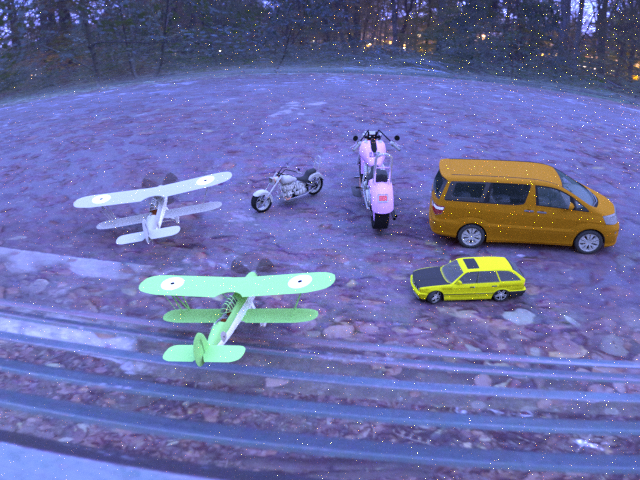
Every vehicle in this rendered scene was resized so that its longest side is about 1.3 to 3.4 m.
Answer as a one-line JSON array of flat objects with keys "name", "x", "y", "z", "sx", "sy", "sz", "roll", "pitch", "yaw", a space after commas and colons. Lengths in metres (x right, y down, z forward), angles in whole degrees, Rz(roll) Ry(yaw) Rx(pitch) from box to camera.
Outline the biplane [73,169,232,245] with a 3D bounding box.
[{"name": "biplane", "x": -2.707, "y": -0.435, "z": 11.316, "sx": 2.598, "sy": 0.981, "sz": 2.120, "roll": -2, "pitch": 27, "yaw": -5}]

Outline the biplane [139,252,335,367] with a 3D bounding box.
[{"name": "biplane", "x": -1.158, "y": 0.922, "z": 8.668, "sx": 2.598, "sy": 0.981, "sz": 2.120, "roll": 6, "pitch": 28, "yaw": 12}]

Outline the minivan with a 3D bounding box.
[{"name": "minivan", "x": 3.318, "y": -0.603, "z": 11.407, "sx": 3.011, "sy": 1.197, "sz": 1.324, "roll": 3, "pitch": 27, "yaw": 6}]

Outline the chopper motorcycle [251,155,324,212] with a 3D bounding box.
[{"name": "chopper motorcycle", "x": -0.574, "y": -1.023, "z": 12.704, "sx": 1.563, "sy": 0.761, "sz": 0.466, "roll": -20, "pitch": 33, "yaw": -33}]

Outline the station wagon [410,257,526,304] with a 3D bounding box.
[{"name": "station wagon", "x": 2.094, "y": 0.537, "z": 9.976, "sx": 1.597, "sy": 0.473, "sz": 0.682, "roll": -2, "pitch": 27, "yaw": -4}]

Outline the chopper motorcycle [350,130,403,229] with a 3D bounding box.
[{"name": "chopper motorcycle", "x": 0.960, "y": -1.320, "z": 12.495, "sx": 0.906, "sy": 1.480, "sz": 3.040, "roll": -1, "pitch": 27, "yaw": -2}]
